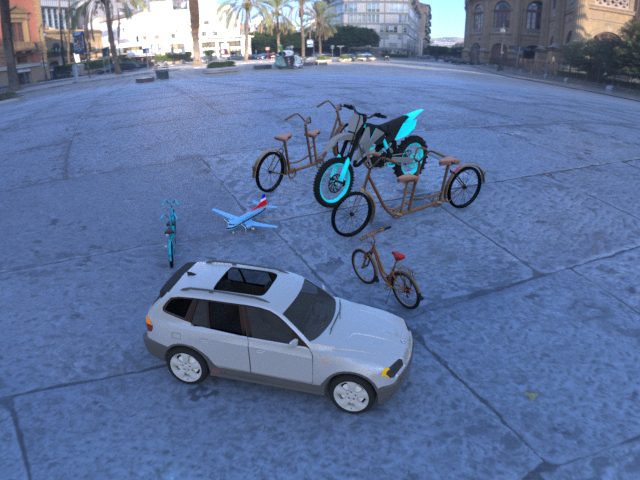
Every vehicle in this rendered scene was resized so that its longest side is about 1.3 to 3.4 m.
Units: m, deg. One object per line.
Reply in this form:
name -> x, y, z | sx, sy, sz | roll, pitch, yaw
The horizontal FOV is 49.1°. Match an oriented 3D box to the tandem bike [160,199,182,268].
tandem bike -> -2.293, -0.164, 10.799 | 0.283, 0.682, 1.642 | -4, 26, -8

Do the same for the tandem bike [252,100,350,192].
tandem bike -> -0.211, -1.894, 13.645 | 0.550, 1.326, 3.192 | 19, 32, 35

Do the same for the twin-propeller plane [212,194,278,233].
twin-propeller plane -> -1.208, -0.431, 11.669 | 1.370, 0.407, 1.095 | 16, 30, 29

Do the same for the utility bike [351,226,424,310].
utility bike -> 0.849, 0.360, 9.409 | 0.535, 0.946, 1.435 | -18, 31, -33

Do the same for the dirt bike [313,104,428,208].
dirt bike -> 1.000, -1.614, 12.672 | 2.903, 1.666, 1.024 | -21, 33, -37

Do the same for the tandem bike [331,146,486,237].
tandem bike -> 1.553, -0.916, 11.618 | 3.192, 1.326, 0.550 | -14, 29, -27

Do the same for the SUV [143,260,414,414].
SUV -> -0.471, 0.979, 7.916 | 3.058, 1.128, 1.276 | 7, 27, 14
